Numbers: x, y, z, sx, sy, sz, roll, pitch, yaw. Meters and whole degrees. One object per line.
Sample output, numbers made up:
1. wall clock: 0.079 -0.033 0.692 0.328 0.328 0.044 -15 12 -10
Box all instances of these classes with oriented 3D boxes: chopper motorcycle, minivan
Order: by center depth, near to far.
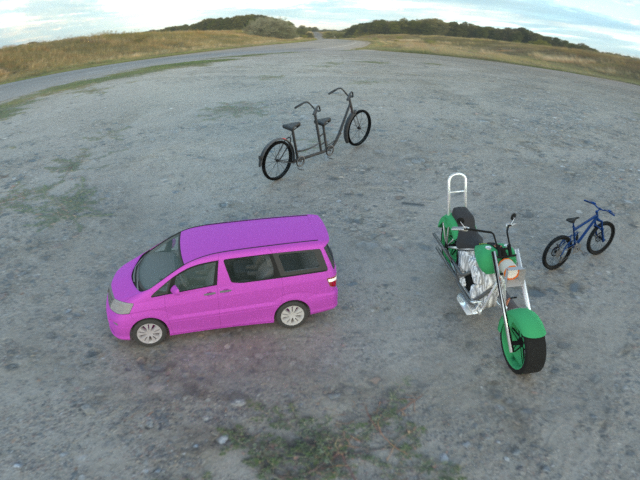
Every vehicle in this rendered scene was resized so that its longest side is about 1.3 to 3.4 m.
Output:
1. chopper motorcycle: 2.198 0.344 9.154 0.906 1.480 3.040 -5 30 -9
2. minivan: -1.298 0.466 9.225 3.011 1.197 1.324 -6 30 -11

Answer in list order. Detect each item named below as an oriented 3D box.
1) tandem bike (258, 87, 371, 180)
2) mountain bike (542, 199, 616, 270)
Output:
1. tandem bike: -0.023 -2.135 13.689 0.550 1.326 3.192 25 38 37
2. mountain bike: 3.914 -0.055 10.478 1.469 0.868 0.573 -15 33 -25
